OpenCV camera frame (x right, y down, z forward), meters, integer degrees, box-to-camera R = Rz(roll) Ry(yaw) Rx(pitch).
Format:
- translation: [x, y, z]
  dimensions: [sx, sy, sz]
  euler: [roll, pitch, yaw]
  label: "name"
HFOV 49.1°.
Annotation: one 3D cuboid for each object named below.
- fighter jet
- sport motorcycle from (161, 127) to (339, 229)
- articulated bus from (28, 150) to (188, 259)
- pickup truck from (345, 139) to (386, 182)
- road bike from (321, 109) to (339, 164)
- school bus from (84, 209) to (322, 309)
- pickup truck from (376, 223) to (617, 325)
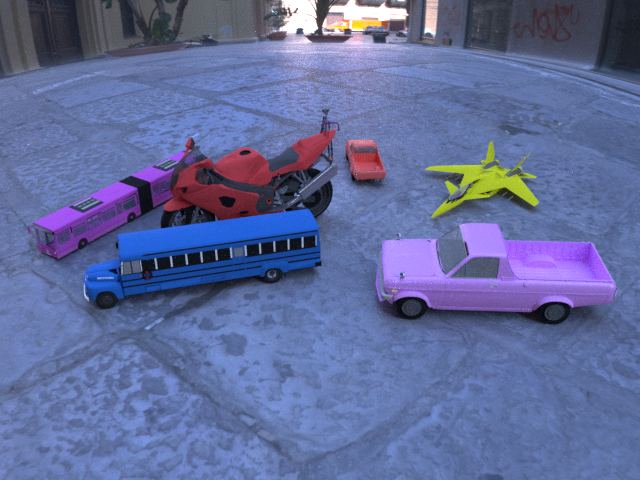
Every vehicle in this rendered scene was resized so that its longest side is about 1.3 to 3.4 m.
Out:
- translation: [2.715, -1.018, 12.318]
  dimensions: [2.229, 0.557, 2.640]
  euler: [24, 38, 35]
  label: "fighter jet"
- translation: [-1.083, -0.836, 10.987]
  dimensions: [2.955, 1.596, 0.983]
  euler: [-14, 33, -22]
  label: "sport motorcycle"
- translation: [-3.235, -0.680, 11.742]
  dimensions: [0.605, 0.561, 3.401]
  euler: [19, 35, 28]
  label: "articulated bus"
- translation: [0.852, -1.567, 13.292]
  dimensions: [0.640, 0.511, 1.603]
  euler: [-2, 31, -4]
  label: "pickup truck"
- translation: [0.145, -2.109, 13.875]
  dimensions: [0.358, 0.852, 1.545]
  euler: [-3, 31, -5]
  label: "road bike"
- translation: [-1.658, 0.230, 9.922]
  dimensions: [3.322, 0.844, 0.709]
  euler: [-8, 32, -14]
  label: "school bus"
- translation: [2.330, 0.378, 9.527]
  dimensions: [3.117, 0.993, 1.244]
  euler: [1, 31, 2]
  label: "pickup truck"
